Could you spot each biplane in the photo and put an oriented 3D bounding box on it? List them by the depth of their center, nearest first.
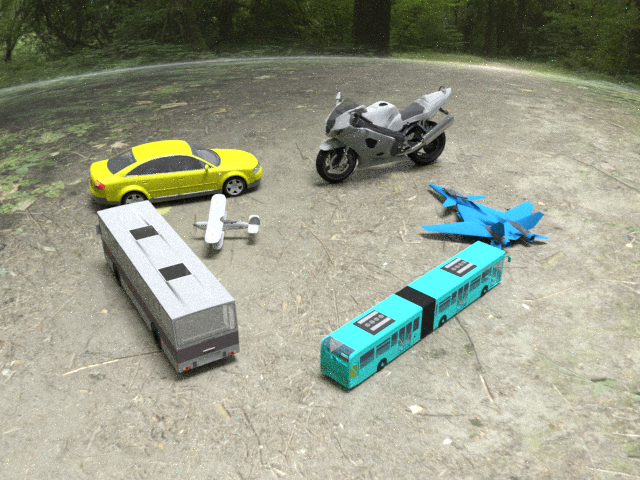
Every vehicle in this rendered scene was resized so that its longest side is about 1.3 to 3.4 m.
[{"bbox_3d":[-1.510,-0.234,11.286,1.090,0.504,1.336,-1,29,-1],"label":"biplane"}]

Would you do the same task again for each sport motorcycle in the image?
[{"bbox_3d":[1.250,-2.048,13.482,2.955,1.596,0.983,-14,31,-24],"label":"sport motorcycle"}]

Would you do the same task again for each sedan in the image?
[{"bbox_3d":[-2.606,-1.296,12.786,3.137,0.940,1.235,-10,30,-18],"label":"sedan"}]

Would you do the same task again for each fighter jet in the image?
[{"bbox_3d":[2.605,-0.625,11.952,2.229,0.557,2.640,-13,31,-22],"label":"fighter jet"}]

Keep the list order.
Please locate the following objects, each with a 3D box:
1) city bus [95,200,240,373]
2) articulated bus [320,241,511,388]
[{"bbox_3d":[-2.136,0.533,9.466,0.926,0.894,3.255,-16,32,-26],"label":"city bus"},{"bbox_3d":[1.343,0.875,9.184,0.605,0.561,3.401,25,37,37],"label":"articulated bus"}]
